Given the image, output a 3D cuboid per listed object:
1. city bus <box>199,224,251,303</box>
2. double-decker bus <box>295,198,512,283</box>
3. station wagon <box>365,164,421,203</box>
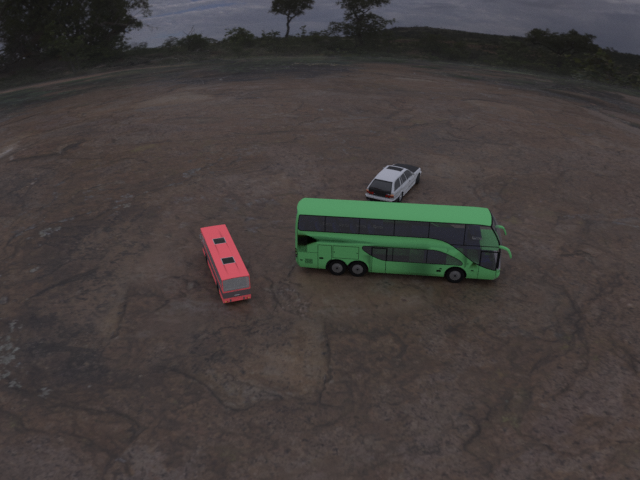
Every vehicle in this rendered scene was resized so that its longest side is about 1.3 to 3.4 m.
[{"bbox_3d":[-1.459,0.354,10.700,0.476,0.460,1.674,-9,30,-16],"label":"city bus"},{"bbox_3d":[1.239,-0.007,10.741,3.251,1.052,0.756,3,29,6],"label":"double-decker bus"},{"bbox_3d":[1.440,-1.169,13.423,0.682,0.473,1.597,14,32,24],"label":"station wagon"}]
